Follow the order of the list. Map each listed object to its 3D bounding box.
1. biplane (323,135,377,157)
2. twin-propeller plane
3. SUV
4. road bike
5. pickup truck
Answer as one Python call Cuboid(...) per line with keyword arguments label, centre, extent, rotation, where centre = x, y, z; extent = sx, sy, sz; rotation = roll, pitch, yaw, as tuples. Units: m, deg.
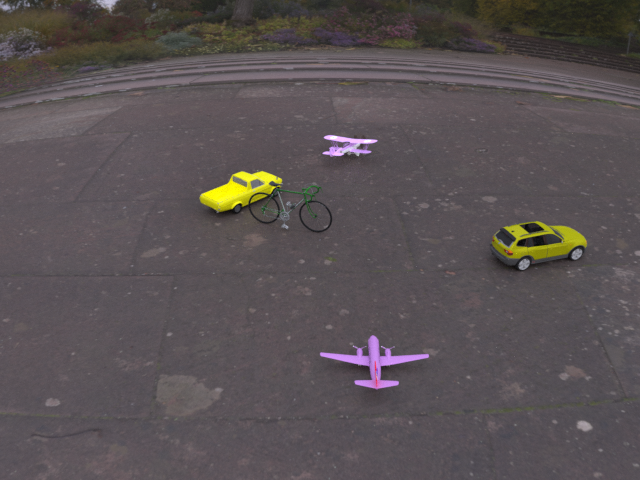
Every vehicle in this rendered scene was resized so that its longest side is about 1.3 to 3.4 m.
Cuboid(label="biplane", centre=(0.528, -1.932, 14.671), extent=(1.336, 0.504, 1.090), rotation=(22, 36, 33))
Cuboid(label="twin-propeller plane", centre=(0.683, 1.469, 8.718), extent=(1.370, 0.407, 1.095), rotation=(1, 29, 1))
Cuboid(label="SUV", centre=(3.490, 0.018, 11.124), extent=(1.572, 0.580, 0.656), rotation=(-9, 31, -16))
Cuboid(label="road bike", centre=(-0.522, -0.586, 11.922), extent=(1.545, 0.852, 0.358), rotation=(10, 31, 17))
Cuboid(label="pickup truck", centre=(-1.429, -0.934, 12.890), extent=(0.640, 0.511, 1.603), rotation=(25, 38, 37))
